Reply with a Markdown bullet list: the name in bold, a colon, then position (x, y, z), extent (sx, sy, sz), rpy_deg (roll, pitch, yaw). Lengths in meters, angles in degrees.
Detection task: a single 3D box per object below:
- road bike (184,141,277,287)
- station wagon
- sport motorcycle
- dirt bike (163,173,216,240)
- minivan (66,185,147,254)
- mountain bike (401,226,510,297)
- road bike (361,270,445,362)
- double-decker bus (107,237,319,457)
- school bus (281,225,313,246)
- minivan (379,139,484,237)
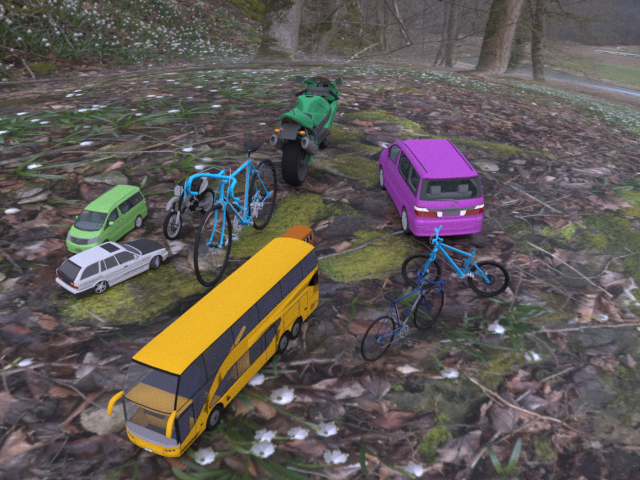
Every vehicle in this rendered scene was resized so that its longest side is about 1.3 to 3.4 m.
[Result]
- **road bike**: position (-1.197, -0.544, 10.408), extent (0.696, 1.656, 3.004), rpy_deg (8, 29, 16)
- **station wagon**: position (-2.961, 0.300, 10.070), extent (0.682, 0.473, 1.597), rpy_deg (23, 35, 37)
- **sport motorcycle**: position (-0.213, -2.202, 13.643), extent (0.983, 1.596, 2.955), rpy_deg (7, 28, 13)
- **dirt bike**: position (-2.119, -0.608, 11.392), extent (0.527, 0.857, 1.493), rpy_deg (11, 30, 20)
- **minivan**: position (-3.385, -0.328, 11.117), extent (0.681, 0.616, 1.548), rpy_deg (9, 29, 17)
- **mountain bike**: position (1.853, 0.342, 9.564), extent (1.469, 0.868, 0.573), rpy_deg (6, 28, 12)
- **road bike**: position (1.037, 0.903, 8.509), extent (1.545, 0.852, 0.358), rpy_deg (-24, 36, -37)
- **double-decker bus**: position (-1.004, 1.095, 7.925), extent (0.756, 1.052, 3.251), rpy_deg (13, 30, 23)
- **school bus**: position (-0.619, 0.325, 10.064), extent (0.365, 0.434, 1.708), rpy_deg (12, 30, 22)
- **minivan**: position (1.811, -1.082, 11.932), extent (1.324, 1.197, 3.011), rpy_deg (-3, 28, -6)
